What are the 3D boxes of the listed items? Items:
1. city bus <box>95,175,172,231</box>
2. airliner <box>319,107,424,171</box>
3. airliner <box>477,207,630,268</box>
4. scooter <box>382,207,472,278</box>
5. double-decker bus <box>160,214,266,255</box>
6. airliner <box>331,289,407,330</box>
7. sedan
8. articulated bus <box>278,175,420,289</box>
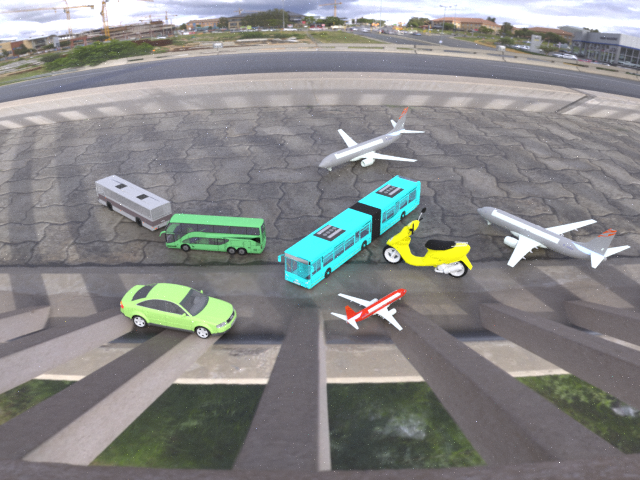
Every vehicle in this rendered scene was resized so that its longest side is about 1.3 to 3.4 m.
[{"bbox_3d":[-3.277,-0.647,12.280,1.674,0.460,0.476,24,38,35],"label":"city bus"},{"bbox_3d":[0.944,-2.062,14.366,2.541,0.835,2.257,-23,37,-34],"label":"airliner"},{"bbox_3d":[3.537,-0.241,11.198,2.257,0.835,2.541,-22,37,-33],"label":"airliner"},{"bbox_3d":[1.623,0.072,10.569,1.399,0.919,0.662,12,32,20],"label":"scooter"},{"bbox_3d":[-1.708,-0.099,11.245,1.672,0.541,0.389,4,30,6],"label":"double-decker bus"},{"bbox_3d":[0.783,0.850,9.706,1.307,0.429,1.161,-26,39,-37],"label":"airliner"},{"bbox_3d":[-1.932,0.907,9.552,1.613,0.483,0.635,8,31,14],"label":"sedan"},{"bbox_3d":[0.614,-0.217,11.430,0.605,0.561,3.401,20,35,30],"label":"articulated bus"}]
